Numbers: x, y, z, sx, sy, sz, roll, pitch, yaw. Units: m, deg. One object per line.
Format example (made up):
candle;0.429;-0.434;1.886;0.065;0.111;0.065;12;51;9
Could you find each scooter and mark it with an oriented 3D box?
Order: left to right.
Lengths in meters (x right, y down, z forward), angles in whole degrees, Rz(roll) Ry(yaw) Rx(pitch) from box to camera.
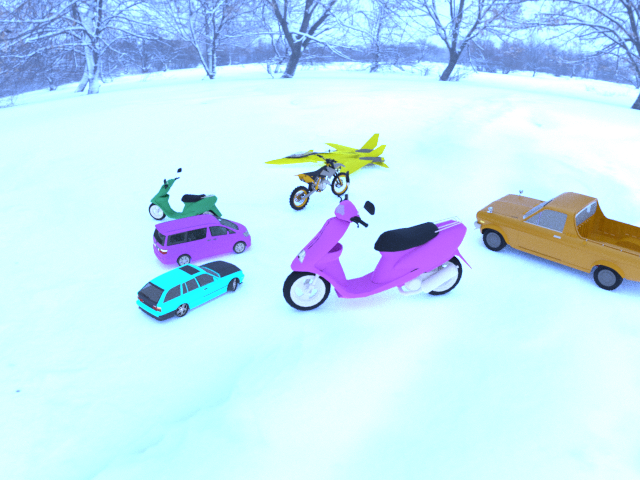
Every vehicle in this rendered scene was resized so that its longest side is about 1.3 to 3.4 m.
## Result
scooter;-2.379;-0.710;12.183;1.399;0.919;0.662;7;27;14
scooter;0.817;0.071;9.589;2.721;1.786;1.288;-6;27;-11

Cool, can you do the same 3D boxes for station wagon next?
station wagon;-1.813;0.616;9.970;0.682;0.473;1.597;22;34;38

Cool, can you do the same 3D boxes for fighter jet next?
fighter jet;0.090;-1.853;14.944;2.640;0.557;2.229;-3;26;-6

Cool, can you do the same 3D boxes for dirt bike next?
dirt bike;0.005;-1.095;13.044;1.493;0.857;0.527;-21;33;-37

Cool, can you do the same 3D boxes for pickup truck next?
pickup truck;3.996;-0.130;10.908;3.117;0.993;1.244;22;33;37

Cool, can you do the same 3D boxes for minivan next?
minivan;-1.868;-0.055;11.185;1.548;0.616;0.681;-14;29;-26
